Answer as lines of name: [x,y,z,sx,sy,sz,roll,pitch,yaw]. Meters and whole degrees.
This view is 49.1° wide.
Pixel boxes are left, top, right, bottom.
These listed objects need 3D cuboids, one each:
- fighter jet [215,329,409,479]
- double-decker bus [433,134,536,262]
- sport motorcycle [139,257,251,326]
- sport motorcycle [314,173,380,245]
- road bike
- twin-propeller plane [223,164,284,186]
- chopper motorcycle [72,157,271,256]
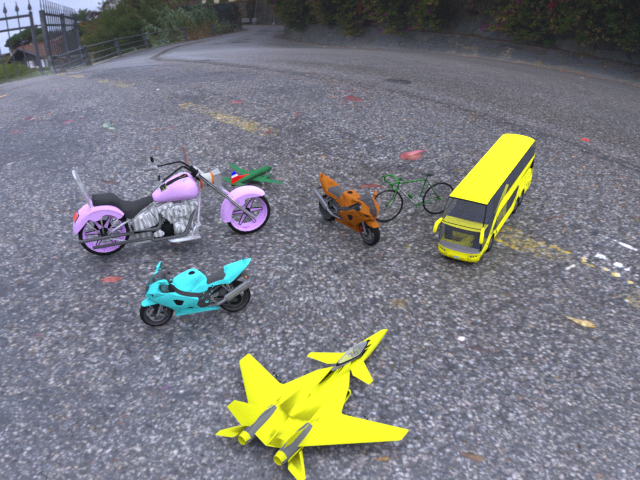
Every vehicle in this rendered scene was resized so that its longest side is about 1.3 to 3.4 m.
fighter jet: [0.103,1.542,8.026,2.229,0.557,2.640,19,35,30]
double-decker bus: [2.789,-0.735,11.489,0.756,1.052,3.251,15,33,25]
sport motorcycle: [-1.635,0.685,9.252,1.520,0.821,0.506,-10,31,-17]
sport motorcycle: [0.458,-0.509,11.328,0.506,0.821,1.520,-21,36,-31]
road bike: [1.562,-0.747,11.711,1.545,0.852,0.358,-9,31,-15]
twin-propeller plane: [-1.268,-1.237,13.009,1.370,0.407,1.095,22,36,33]
chopper motorcycle: [-2.260,-0.589,10.806,3.040,1.480,0.906,-11,32,-18]
